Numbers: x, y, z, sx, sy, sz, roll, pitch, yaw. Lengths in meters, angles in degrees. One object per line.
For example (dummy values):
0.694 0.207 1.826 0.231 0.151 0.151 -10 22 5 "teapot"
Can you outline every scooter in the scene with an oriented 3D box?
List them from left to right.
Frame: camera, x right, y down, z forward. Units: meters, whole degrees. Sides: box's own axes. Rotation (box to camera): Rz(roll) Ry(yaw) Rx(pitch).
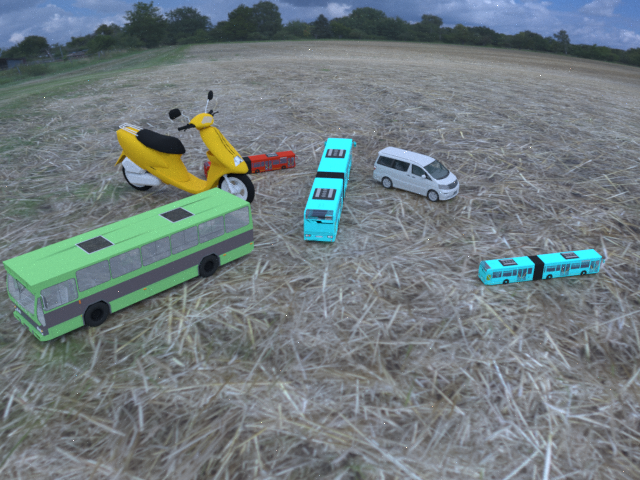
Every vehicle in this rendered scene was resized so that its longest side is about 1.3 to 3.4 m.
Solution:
-2.339 -1.519 11.760 2.721 1.786 1.288 11 30 20 "scooter"

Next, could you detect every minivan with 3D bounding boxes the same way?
1.709 -1.175 12.364 1.548 0.616 0.681 20 34 33 "minivan"

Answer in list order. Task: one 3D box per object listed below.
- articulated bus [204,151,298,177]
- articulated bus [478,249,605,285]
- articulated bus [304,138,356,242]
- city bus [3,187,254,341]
-1.297 -1.417 13.176 1.749 0.289 0.311 -10 29 -19 "articulated bus"
3.081 0.377 9.761 1.749 0.289 0.311 -6 28 -10 "articulated bus"
0.191 -0.951 11.997 0.605 0.561 3.401 3 28 6 "articulated bus"
-2.395 0.255 9.342 3.255 0.894 0.926 -25 36 -38 "city bus"
